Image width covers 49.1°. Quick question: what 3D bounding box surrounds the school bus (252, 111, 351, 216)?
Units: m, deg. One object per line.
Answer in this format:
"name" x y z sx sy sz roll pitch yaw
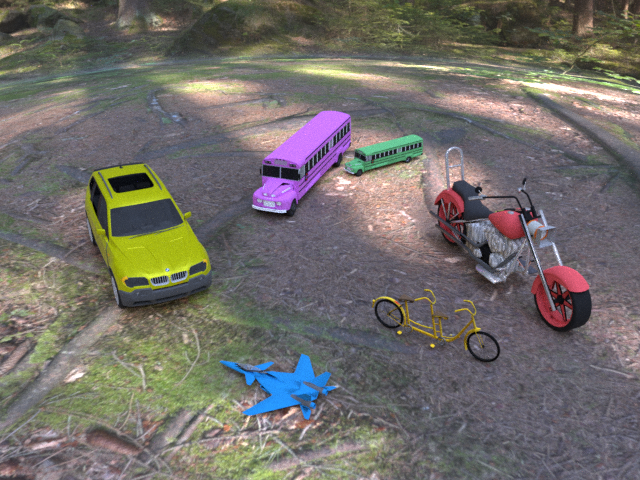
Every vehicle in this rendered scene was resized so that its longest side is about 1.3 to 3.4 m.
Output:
"school bus" -0.264 -1.418 12.412 0.709 0.844 3.322 10 29 18

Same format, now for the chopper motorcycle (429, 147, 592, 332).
"chopper motorcycle" 2.448 -0.094 9.206 0.906 1.480 3.040 -12 30 -21

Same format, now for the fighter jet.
"fighter jet" -0.550 1.451 7.548 1.358 0.286 1.147 15 31 27

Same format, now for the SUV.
"SUV" -2.492 -0.181 9.751 1.276 1.128 3.058 -13 30 -23

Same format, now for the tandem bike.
"tandem bike" 1.323 0.920 8.135 1.642 0.682 0.283 17 32 30

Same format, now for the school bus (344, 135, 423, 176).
"school bus" 1.202 -1.603 13.206 1.708 0.434 0.365 -18 33 -31
